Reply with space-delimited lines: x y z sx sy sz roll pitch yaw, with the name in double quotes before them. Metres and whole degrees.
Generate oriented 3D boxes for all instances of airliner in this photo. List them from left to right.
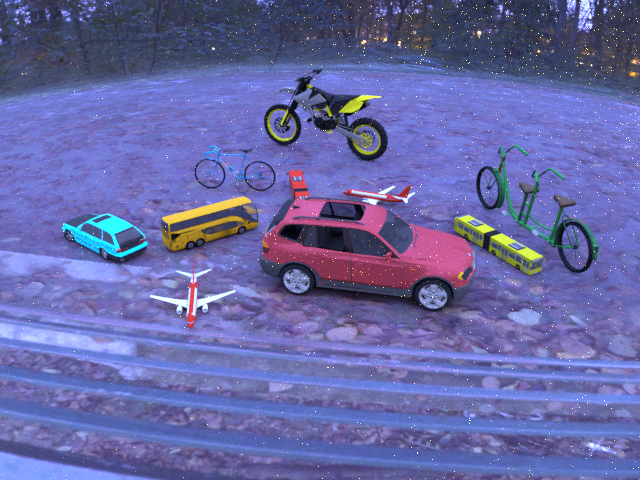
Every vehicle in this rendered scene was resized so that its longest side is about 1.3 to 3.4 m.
"airliner" -1.735 0.720 9.483 1.161 0.429 1.307 -3 27 -6
"airliner" 1.014 -0.867 12.561 1.307 0.429 1.161 11 29 21

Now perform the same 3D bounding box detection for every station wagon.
"station wagon" -3.448 -0.138 11.100 1.597 0.473 0.682 21 34 34

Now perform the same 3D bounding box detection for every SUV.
"SUV" 0.668 0.107 9.910 3.058 1.128 1.276 6 28 11

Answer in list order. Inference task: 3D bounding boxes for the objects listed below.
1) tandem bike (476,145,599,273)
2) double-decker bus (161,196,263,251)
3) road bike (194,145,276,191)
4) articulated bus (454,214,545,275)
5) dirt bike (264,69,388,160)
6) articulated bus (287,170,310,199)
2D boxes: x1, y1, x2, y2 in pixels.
"tandem bike" 3.361 -0.630 11.124 0.550 1.326 3.192 -9 29 -17
"double-decker bus" -1.732 -0.281 11.304 1.672 0.541 0.389 -18 32 -31
"road bike" -1.590 -1.327 12.994 1.545 0.852 0.358 3 27 6
"articulated bus" 2.758 0.048 10.940 0.311 0.289 1.749 -15 31 -26
"dirt bike" 0.069 -2.611 14.595 2.903 1.666 1.024 13 30 24
"articulated bus" -0.351 -0.822 12.628 0.311 0.289 1.749 -4 28 -7
